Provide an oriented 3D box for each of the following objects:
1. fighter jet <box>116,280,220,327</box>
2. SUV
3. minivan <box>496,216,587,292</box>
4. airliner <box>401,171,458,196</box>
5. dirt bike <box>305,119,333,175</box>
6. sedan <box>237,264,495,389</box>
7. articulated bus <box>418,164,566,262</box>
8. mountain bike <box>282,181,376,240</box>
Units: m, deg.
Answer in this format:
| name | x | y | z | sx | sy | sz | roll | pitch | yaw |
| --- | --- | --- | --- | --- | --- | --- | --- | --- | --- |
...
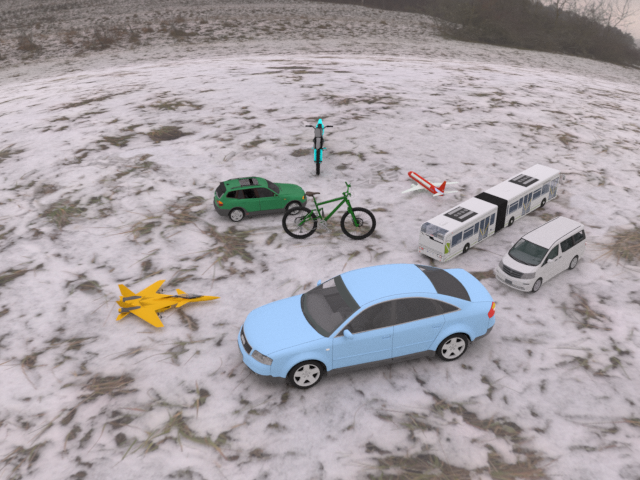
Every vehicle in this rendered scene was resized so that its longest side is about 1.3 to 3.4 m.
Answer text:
| name | x | y | z | sx | sy | sz | roll | pitch | yaw |
| --- | --- | --- | --- | --- | --- | --- | --- | --- | --- |
| fighter jet | -2.012 | 0.760 | 9.318 | 1.358 | 0.286 | 1.147 | -5 | 29 | -9 |
| SUV | -1.006 | -0.745 | 11.777 | 1.572 | 0.580 | 0.656 | -7 | 29 | -13 |
| minivan | 3.180 | 0.190 | 10.021 | 1.548 | 0.616 | 0.681 | -23 | 36 | -35 |
| airliner | 1.910 | -1.083 | 12.556 | 1.161 | 0.429 | 1.307 | -11 | 31 | -20 |
| dirt bike | -0.009 | -1.868 | 13.551 | 0.527 | 0.857 | 1.493 | 1 | 29 | 2 |
| sedan | 0.571 | 0.893 | 8.389 | 3.137 | 0.940 | 1.235 | -8 | 30 | -15 |
| articulated bus | 2.841 | -0.499 | 11.344 | 3.401 | 0.561 | 0.605 | -25 | 37 | -38 |
| mountain bike | 0.140 | -0.397 | 10.836 | 1.469 | 0.868 | 0.573 | 1 | 29 | 2 |
